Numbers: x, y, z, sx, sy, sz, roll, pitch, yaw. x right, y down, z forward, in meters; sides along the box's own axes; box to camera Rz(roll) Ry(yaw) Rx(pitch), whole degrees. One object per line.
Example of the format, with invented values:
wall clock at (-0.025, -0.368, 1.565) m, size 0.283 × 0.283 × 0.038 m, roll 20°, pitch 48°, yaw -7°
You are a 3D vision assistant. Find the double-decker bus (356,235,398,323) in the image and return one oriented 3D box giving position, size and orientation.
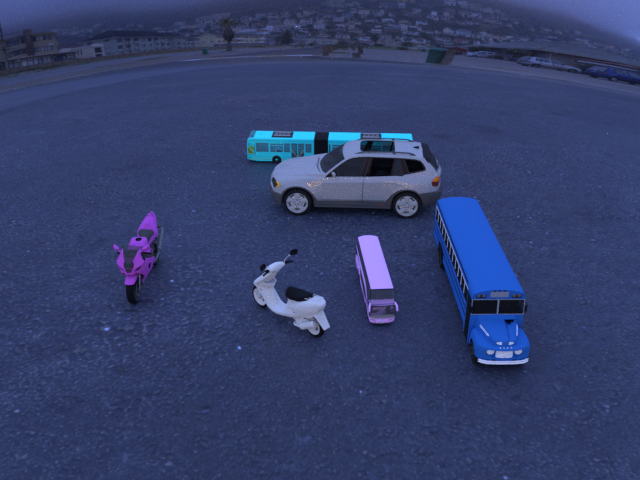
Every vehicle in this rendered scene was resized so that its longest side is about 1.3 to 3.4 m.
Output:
double-decker bus at (0.761, 0.541, 9.776) m, size 0.389 × 0.541 × 1.672 m, roll -2°, pitch 28°, yaw -4°

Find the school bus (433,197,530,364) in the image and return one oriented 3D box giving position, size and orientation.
school bus at (2.156, 0.460, 9.604) m, size 0.709 × 0.844 × 3.322 m, roll 0°, pitch 28°, yaw -1°

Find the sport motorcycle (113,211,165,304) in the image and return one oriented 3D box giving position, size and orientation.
sport motorcycle at (-2.556, 0.242, 10.042) m, size 0.506 × 0.821 × 1.520 m, roll 1°, pitch 28°, yaw 1°

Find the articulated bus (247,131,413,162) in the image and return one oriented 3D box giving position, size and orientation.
articulated bus at (0.226, -1.896, 14.364) m, size 3.401 × 0.561 × 0.605 m, roll 2°, pitch 28°, yaw 3°

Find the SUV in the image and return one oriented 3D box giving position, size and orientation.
SUV at (0.637, -1.165, 12.376) m, size 3.058 × 1.128 × 1.276 m, roll 2°, pitch 28°, yaw 3°

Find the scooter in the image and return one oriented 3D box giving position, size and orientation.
scooter at (-0.413, 0.676, 9.116) m, size 1.399 × 0.919 × 0.662 m, roll 24°, pitch 36°, yaw 37°
